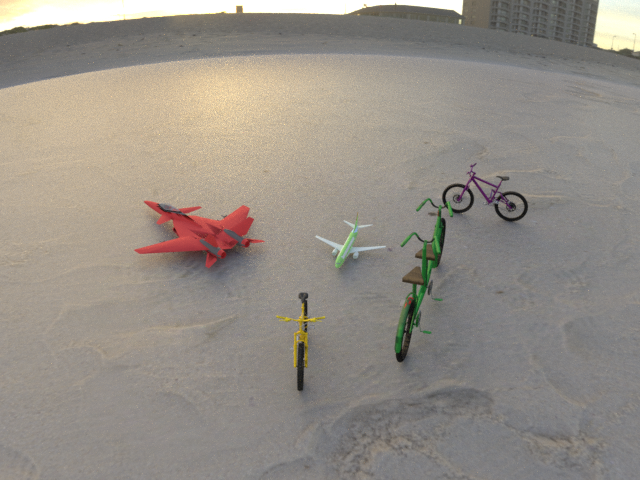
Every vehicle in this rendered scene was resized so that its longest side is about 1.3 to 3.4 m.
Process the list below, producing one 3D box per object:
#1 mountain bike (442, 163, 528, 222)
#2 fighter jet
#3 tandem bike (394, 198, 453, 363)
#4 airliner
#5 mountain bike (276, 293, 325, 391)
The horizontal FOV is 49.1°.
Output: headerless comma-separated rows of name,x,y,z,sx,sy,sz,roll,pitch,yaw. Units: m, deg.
mountain bike,2.842,-0.787,12.033,1.469,0.868,0.573,10,31,18
fighter jet,-2.214,-0.389,11.643,2.640,0.557,2.229,26,38,38
tandem bike,1.418,0.370,9.505,0.550,1.326,3.192,9,31,16
airliner,0.443,0.007,11.068,1.161,0.429,1.307,9,30,15
mountain bike,-0.217,1.142,8.597,0.573,0.868,1.469,1,29,1
